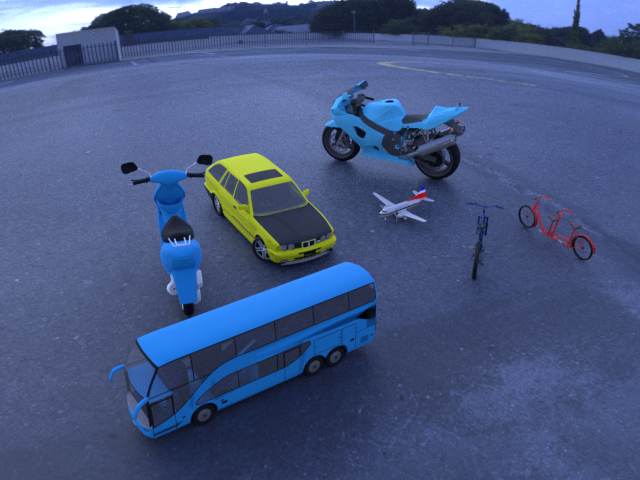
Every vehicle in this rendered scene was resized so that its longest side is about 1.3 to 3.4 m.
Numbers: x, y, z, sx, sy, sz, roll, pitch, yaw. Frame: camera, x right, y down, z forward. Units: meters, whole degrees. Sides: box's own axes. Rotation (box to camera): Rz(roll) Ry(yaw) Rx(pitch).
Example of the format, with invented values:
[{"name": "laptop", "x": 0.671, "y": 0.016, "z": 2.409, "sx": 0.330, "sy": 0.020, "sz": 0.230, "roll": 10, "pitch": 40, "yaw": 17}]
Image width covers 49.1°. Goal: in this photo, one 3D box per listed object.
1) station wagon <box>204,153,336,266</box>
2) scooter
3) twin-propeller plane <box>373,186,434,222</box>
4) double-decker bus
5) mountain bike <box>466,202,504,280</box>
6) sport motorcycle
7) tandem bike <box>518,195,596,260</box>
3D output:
[{"name": "station wagon", "x": -0.898, "y": -0.639, "z": 11.692, "sx": 1.327, "sy": 0.920, "sz": 3.105, "roll": -15, "pitch": 33, "yaw": -25}, {"name": "scooter", "x": -2.078, "y": -0.221, "z": 10.060, "sx": 1.288, "sy": 1.786, "sz": 2.721, "roll": -8, "pitch": 30, "yaw": -14}, {"name": "twin-propeller plane", "x": 1.448, "y": -0.634, "z": 12.208, "sx": 1.095, "sy": 0.407, "sz": 1.370, "roll": -19, "pitch": 35, "yaw": -30}, {"name": "double-decker bus", "x": -0.764, "y": 1.238, "z": 8.207, "sx": 3.251, "sy": 1.052, "sz": 0.756, "roll": -19, "pitch": 34, "yaw": -30}, {"name": "mountain bike", "x": 2.444, "y": -0.039, "z": 10.674, "sx": 0.573, "sy": 0.868, "sz": 1.469, "roll": 8, "pitch": 30, "yaw": 14}, {"name": "sport motorcycle", "x": 1.380, "y": -2.116, "z": 13.637, "sx": 2.955, "sy": 1.596, "sz": 0.983, "roll": 13, "pitch": 32, "yaw": 23}, {"name": "tandem bike", "x": 3.787, "y": -0.248, "z": 11.237, "sx": 0.283, "sy": 0.682, "sz": 1.642, "roll": -15, "pitch": 33, "yaw": -25}]
